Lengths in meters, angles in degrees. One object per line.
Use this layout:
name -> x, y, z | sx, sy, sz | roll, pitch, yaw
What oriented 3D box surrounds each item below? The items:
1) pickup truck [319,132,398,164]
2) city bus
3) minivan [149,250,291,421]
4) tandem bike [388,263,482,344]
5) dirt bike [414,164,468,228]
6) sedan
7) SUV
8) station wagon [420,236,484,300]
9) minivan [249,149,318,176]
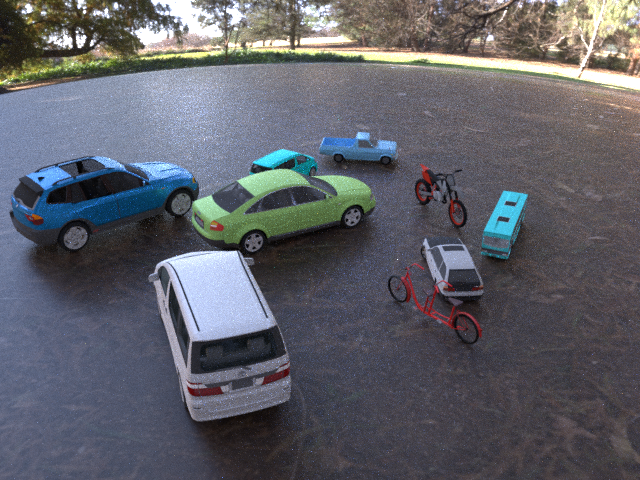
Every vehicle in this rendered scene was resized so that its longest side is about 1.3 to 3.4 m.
pickup truck -> 0.799, -1.910, 14.332 | 1.603, 0.511, 0.640 | 4, 28, 8
city bus -> 2.970, -0.250, 11.225 | 0.476, 0.460, 1.674 | 11, 30, 21
minivan -> -1.280, 0.829, 8.377 | 1.324, 1.197, 3.011 | -9, 29, -17
tandem bike -> 1.451, 0.771, 9.041 | 0.283, 0.682, 1.642 | -20, 34, -33
dirt bike -> 2.055, -0.818, 11.879 | 0.527, 0.857, 1.493 | -13, 30, -23
sedan -> -0.534, -0.630, 11.434 | 3.137, 0.940, 1.235 | -15, 31, -26
SUV -> -3.495, -0.797, 11.549 | 3.058, 1.128, 1.276 | -22, 35, -36
station wagon -> 1.906, 0.306, 10.151 | 0.682, 0.473, 1.597 | -1, 28, -3
minivan -> -0.659, -1.358, 13.168 | 0.681, 0.616, 1.548 | 17, 32, 30
